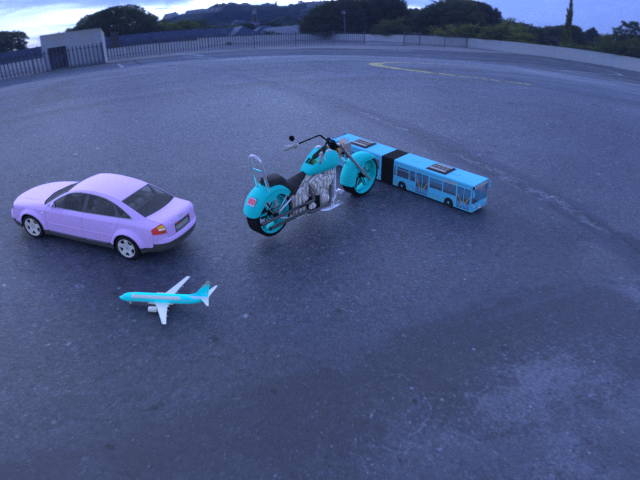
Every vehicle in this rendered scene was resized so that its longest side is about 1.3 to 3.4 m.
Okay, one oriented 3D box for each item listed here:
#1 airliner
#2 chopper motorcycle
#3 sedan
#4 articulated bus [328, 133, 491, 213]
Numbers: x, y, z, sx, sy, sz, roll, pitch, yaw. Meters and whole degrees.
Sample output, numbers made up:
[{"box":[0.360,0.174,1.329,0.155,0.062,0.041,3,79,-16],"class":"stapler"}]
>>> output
[{"box":[-2.067,0.702,9.367,1.307,0.429,1.161,3,29,5],"class":"airliner"},{"box":[-0.056,-1.082,11.546,0.906,1.480,3.040,24,36,36],"class":"chopper motorcycle"},{"box":[-3.482,-0.522,11.081,3.137,0.940,1.235,11,30,19],"class":"sedan"},{"box":[1.534,-1.290,12.888,3.401,0.561,0.605,25,37,37],"class":"articulated bus"}]
